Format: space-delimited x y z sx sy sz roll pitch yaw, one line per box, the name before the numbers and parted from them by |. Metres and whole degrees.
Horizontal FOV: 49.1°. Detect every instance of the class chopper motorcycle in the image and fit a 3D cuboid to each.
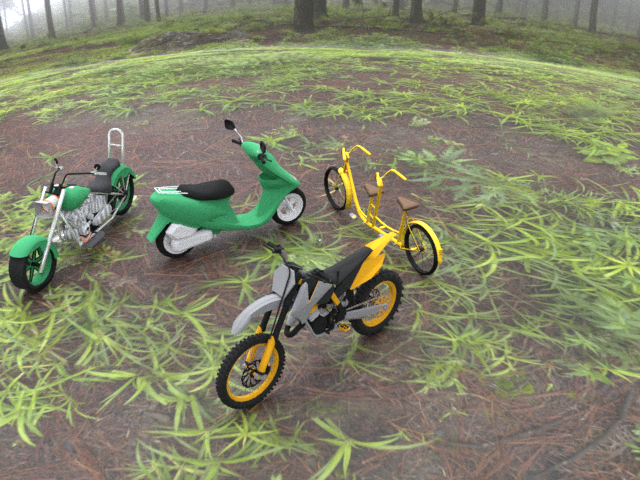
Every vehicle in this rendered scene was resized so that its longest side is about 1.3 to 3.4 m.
chopper motorcycle | -3.712 -0.528 10.622 0.906 1.480 3.040 8 31 14

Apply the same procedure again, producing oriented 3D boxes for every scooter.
scooter | -1.386 -0.772 10.738 2.721 1.786 1.288 -18 34 -28

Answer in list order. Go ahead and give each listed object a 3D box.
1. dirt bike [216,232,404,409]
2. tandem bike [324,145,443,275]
dirt bike | -0.010 0.804 8.117 2.903 1.666 1.024 -24 38 -36
tandem bike | 0.888 -0.585 10.875 0.550 1.326 3.192 -16 34 -26
